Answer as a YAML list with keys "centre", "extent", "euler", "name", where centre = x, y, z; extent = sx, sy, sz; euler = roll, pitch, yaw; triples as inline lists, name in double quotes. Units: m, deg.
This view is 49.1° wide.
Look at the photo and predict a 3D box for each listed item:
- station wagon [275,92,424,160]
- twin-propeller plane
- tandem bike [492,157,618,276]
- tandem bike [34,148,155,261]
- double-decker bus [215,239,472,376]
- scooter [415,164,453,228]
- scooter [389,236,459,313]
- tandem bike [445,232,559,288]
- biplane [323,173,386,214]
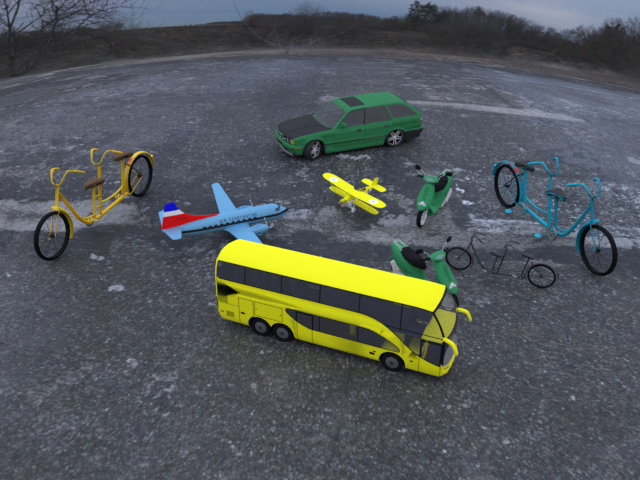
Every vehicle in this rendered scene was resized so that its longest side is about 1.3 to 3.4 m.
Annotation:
- centre: [0.596, -2.467, 14.683]
  extent: [3.105, 0.920, 1.327]
  euler: [-12, 32, -19]
  name: "station wagon"
- centre: [-1.493, -0.405, 11.247]
  extent: [2.129, 0.792, 2.663]
  euler: [-13, 32, -21]
  name: "twin-propeller plane"
- centre: [3.663, -0.646, 11.130]
  extent: [0.550, 1.326, 3.192]
  euler: [-11, 32, -18]
  name: "tandem bike"
- centre: [-3.634, -0.856, 11.493]
  extent: [0.550, 1.326, 3.192]
  euler: [11, 32, 18]
  name: "tandem bike"
- centre: [0.220, 0.838, 8.837]
  extent: [3.251, 1.052, 0.756]
  euler: [12, 32, 20]
  name: "double-decker bus"
- centre: [1.955, -0.854, 11.896]
  extent: [0.662, 0.919, 1.399]
  euler: [16, 34, 26]
  name: "scooter"
- centre: [1.448, 0.368, 9.782]
  extent: [0.662, 0.919, 1.399]
  euler: [-20, 36, -31]
  name: "scooter"
- centre: [2.639, 0.283, 10.166]
  extent: [1.642, 0.682, 0.283]
  euler: [12, 32, 20]
  name: "tandem bike"
- centre: [0.687, -0.796, 12.210]
  extent: [1.336, 0.504, 1.090]
  euler: [24, 38, 35]
  name: "biplane"
